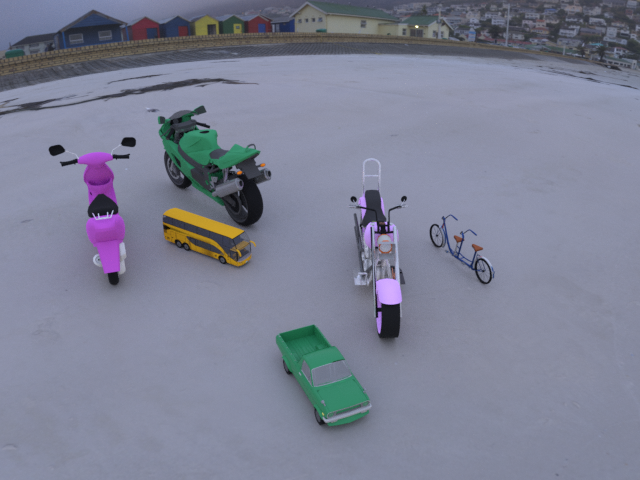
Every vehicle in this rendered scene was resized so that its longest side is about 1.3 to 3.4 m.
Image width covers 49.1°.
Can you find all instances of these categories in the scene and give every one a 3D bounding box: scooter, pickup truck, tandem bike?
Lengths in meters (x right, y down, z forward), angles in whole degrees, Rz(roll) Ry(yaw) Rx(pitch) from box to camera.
[{"bbox_3d":[-3.373,-0.580,10.849,1.288,1.786,2.721,-9,30,-16],"label":"scooter"},{"bbox_3d":[0.009,1.537,8.367,0.640,0.511,1.603,-12,31,-21],"label":"pickup truck"},{"bbox_3d":[2.168,0.084,10.793,0.283,0.682,1.642,-13,32,-23],"label":"tandem bike"}]

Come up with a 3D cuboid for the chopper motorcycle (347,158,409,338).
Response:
[{"bbox_3d":[0.844,0.038,10.057,0.906,1.480,3.040,-1,29,-2],"label":"chopper motorcycle"}]

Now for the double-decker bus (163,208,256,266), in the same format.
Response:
[{"bbox_3d":[-1.797,-0.044,11.165,1.672,0.541,0.389,18,34,29],"label":"double-decker bus"}]

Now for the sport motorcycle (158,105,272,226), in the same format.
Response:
[{"bbox_3d":[-1.967,-1.337,12.398,0.983,1.596,2.955,-24,37,-36],"label":"sport motorcycle"}]
